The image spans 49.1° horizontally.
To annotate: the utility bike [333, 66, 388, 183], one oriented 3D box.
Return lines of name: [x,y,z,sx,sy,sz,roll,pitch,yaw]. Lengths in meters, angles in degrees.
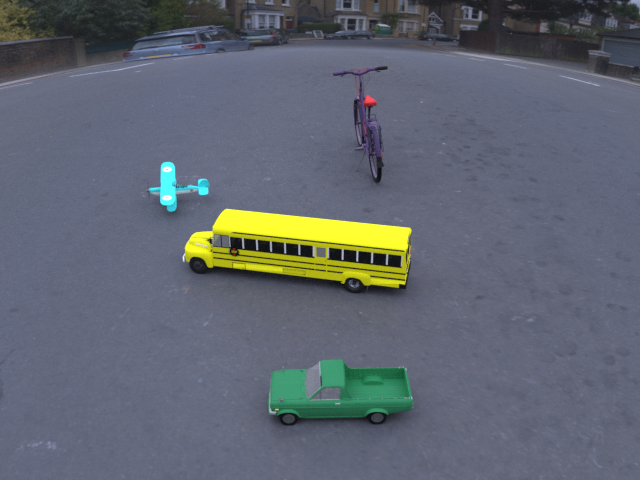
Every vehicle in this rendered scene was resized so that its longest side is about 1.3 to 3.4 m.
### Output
utility bike: [0.804,-2.290,13.324,1.039,1.839,2.791,-3,30,-6]

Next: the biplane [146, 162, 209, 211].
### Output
biplane: [-2.473,-0.874,12.183,1.090,0.504,1.336,-5,30,-8]

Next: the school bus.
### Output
school bus: [-0.368,0.124,10.084,3.322,0.844,0.709,6,30,11]

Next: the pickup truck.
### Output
pickup truck: [0.219,1.646,7.744,1.603,0.511,0.640,-1,30,-1]
